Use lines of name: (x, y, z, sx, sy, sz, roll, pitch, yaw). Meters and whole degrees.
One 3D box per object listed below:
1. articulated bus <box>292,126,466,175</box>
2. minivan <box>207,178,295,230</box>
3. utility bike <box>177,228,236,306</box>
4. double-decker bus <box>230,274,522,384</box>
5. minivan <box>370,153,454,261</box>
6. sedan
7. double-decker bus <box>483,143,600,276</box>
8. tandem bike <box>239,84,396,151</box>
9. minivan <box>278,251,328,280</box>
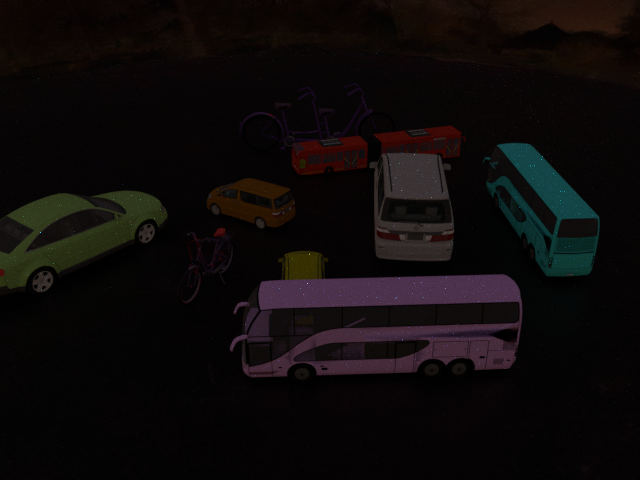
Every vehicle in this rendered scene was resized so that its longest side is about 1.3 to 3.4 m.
articulated bus: (1.151, -1.750, 13.632, 3.401, 0.561, 0.605, -9, 29, -15)
minivan: (-1.168, -0.665, 11.560, 1.548, 0.616, 0.681, 17, 33, 28)
utility bike: (-1.479, 0.251, 9.510, 0.535, 0.946, 1.435, 13, 31, 22)
double-decker bus: (0.625, 0.996, 8.016, 3.251, 1.052, 0.756, -1, 28, -3)
minivan: (1.435, -0.735, 11.077, 1.324, 1.197, 3.011, 2, 28, 3)
sedan: (-3.667, -0.167, 10.293, 1.235, 0.940, 3.137, 21, 35, 33)
double-decker bus: (3.366, -0.597, 10.973, 0.756, 1.052, 3.251, -2, 28, -3)
tandem bike: (-0.043, -2.442, 14.111, 3.192, 1.326, 0.550, -2, 28, -4)
minivan: (-0.221, 0.521, 9.358, 0.681, 0.616, 1.548, -1, 28, -1)
